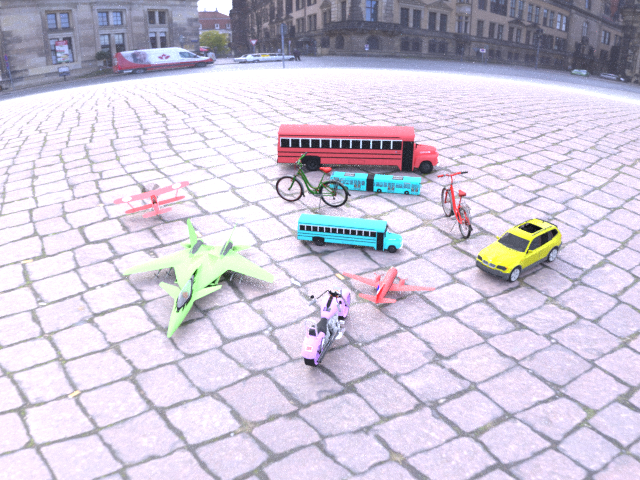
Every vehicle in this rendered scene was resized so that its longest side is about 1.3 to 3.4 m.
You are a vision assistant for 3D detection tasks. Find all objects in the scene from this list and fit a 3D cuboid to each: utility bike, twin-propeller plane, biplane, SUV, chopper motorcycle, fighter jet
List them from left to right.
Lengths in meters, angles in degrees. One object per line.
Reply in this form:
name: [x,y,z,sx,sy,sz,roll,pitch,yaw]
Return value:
biplane: [-2.927,-0.646,12.315,1.336,0.504,1.090,-8,28,-16]
fighter jet: [-1.803,0.495,10.024,2.229,0.557,2.640,3,27,5]
utility bike: [-0.146,-1.038,12.598,1.435,0.946,0.535,8,28,15]
chopper motorcycle: [0.112,0.962,8.884,0.466,0.761,1.563,9,28,17]
twin-propeller plane: [0.944,0.602,9.978,1.370,0.407,1.095,9,28,17]
utility bike: [2.262,-0.640,11.818,0.535,0.946,1.435,-5,27,-9]
SUV: [3.075,0.113,10.746,1.572,0.580,0.656,-21,34,-35]

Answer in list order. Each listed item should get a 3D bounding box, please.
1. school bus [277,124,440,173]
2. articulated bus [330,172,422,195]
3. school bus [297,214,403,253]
school bus: [0.795,-1.901,14.401,3.322,0.844,0.709,2,27,3]
articulated bus: [1.070,-1.089,13.420,1.749,0.289,0.311,5,27,10]
school bus: [0.493,-0.120,11.362,1.708,0.434,0.365,6,28,11]
